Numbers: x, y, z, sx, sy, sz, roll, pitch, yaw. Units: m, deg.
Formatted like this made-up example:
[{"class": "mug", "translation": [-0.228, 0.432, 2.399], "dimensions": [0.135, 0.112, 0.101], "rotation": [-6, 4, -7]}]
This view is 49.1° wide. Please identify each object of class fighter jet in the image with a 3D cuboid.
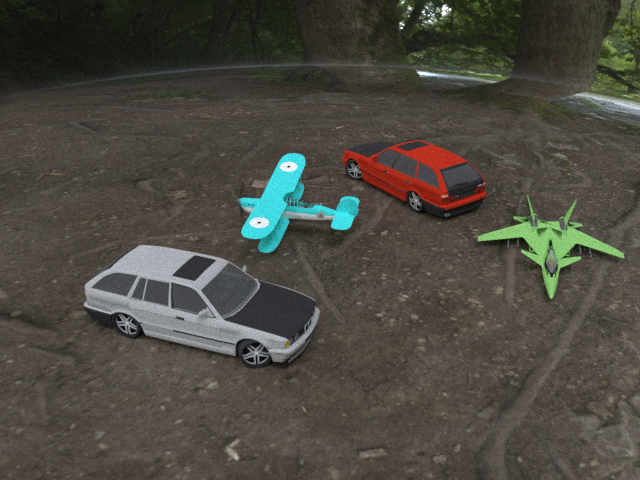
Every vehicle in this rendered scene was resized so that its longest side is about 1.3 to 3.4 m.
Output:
[{"class": "fighter jet", "translation": [3.597, 0.080, 10.904], "dimensions": [2.229, 0.557, 2.640], "rotation": [7, 28, 13]}]

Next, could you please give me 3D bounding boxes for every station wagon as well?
[{"class": "station wagon", "translation": [1.697, -1.386, 13.317], "dimensions": [1.327, 0.920, 3.105], "rotation": [-18, 33, -30]}, {"class": "station wagon", "translation": [-1.550, 0.763, 9.205], "dimensions": [3.105, 0.920, 1.327], "rotation": [10, 29, 18]}]

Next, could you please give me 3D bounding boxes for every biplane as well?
[{"class": "biplane", "translation": [-0.419, -0.495, 11.546], "dimensions": [2.120, 0.981, 2.598], "rotation": [6, 28, 12]}]
